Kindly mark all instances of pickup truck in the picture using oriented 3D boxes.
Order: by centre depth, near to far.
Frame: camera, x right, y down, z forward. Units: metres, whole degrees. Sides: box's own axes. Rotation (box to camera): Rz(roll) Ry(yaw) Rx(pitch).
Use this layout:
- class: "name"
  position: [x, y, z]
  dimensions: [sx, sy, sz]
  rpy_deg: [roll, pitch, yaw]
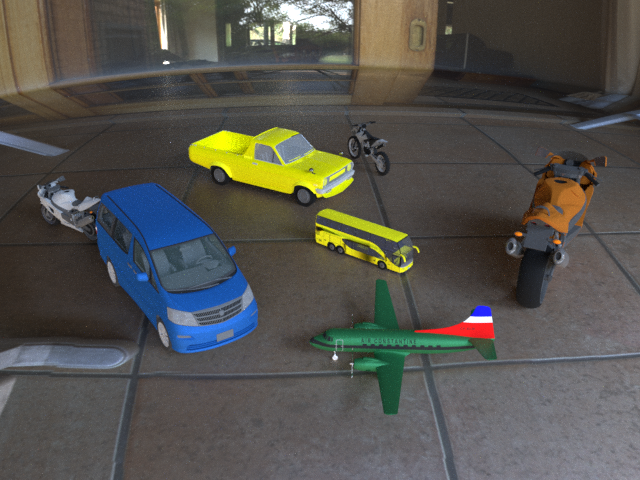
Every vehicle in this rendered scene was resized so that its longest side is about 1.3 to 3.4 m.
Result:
- class: "pickup truck"
  position: [-0.928, -1.509, 12.926]
  dimensions: [3.117, 0.993, 1.244]
  rpy_deg: [16, 31, 28]

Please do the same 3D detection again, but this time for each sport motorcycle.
- class: "sport motorcycle"
  position: [3.252, -0.247, 9.757]
  dimensions: [0.983, 1.596, 2.955]
  rpy_deg: [13, 30, 24]
- class: "sport motorcycle"
  position: [-3.939, -0.481, 11.080]
  dimensions: [1.520, 0.821, 0.506]
  rpy_deg: [17, 31, 29]

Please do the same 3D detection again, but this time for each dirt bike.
- class: "dirt bike"
  position: [0.938, -1.845, 13.741]
  dimensions: [0.527, 0.857, 1.493]
  rpy_deg: [-14, 30, -26]

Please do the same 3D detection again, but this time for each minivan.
- class: "minivan"
  position: [-1.950, 0.277, 9.163]
  dimensions: [1.324, 1.197, 3.011]
  rpy_deg: [-17, 31, -30]

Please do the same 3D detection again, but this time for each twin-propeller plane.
- class: "twin-propeller plane"
  position: [0.937, 1.073, 8.036]
  dimensions: [2.129, 0.792, 2.663]
  rpy_deg: [1, 27, 2]

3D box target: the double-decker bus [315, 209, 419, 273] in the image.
- class: "double-decker bus"
  position: [0.662, 0.010, 10.419]
  dimensions: [1.672, 0.541, 0.389]
  rpy_deg: [20, 33, 34]
